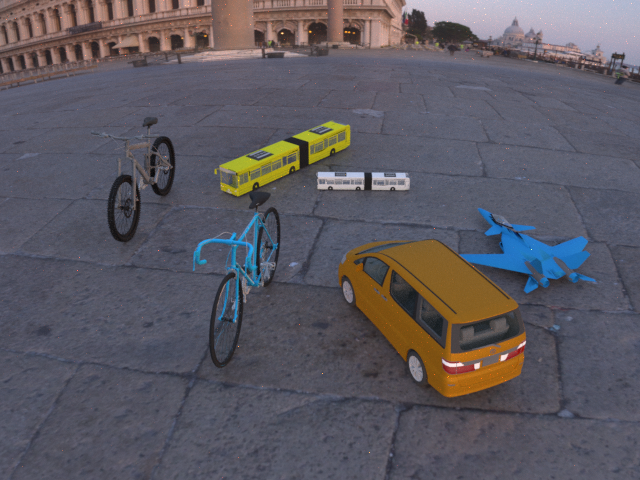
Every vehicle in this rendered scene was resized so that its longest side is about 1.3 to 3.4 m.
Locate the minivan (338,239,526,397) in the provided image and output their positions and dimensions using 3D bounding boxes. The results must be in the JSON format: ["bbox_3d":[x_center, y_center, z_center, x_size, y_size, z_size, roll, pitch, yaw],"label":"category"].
[{"bbox_3d":[1.293,0.700,8.956,1.324,1.197,3.011,-12,31,-21],"label":"minivan"}]

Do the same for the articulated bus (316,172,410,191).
[{"bbox_3d":[0.803,-1.110,13.199,1.749,0.289,0.311,1,29,1],"label":"articulated bus"}]

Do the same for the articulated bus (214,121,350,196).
[{"bbox_3d":[-0.623,-1.681,13.957,0.605,0.561,3.401,22,36,34],"label":"articulated bus"}]

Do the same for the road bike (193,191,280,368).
[{"bbox_3d":[-0.932,0.320,9.171,0.696,1.656,3.004,6,29,11],"label":"road bike"}]

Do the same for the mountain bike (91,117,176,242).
[{"bbox_3d":[-3.018,-1.194,11.898,1.114,1.688,2.857,4,29,8],"label":"mountain bike"}]

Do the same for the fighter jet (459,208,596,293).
[{"bbox_3d":[3.122,-0.092,11.065,2.229,0.557,2.640,-8,30,-14],"label":"fighter jet"}]
